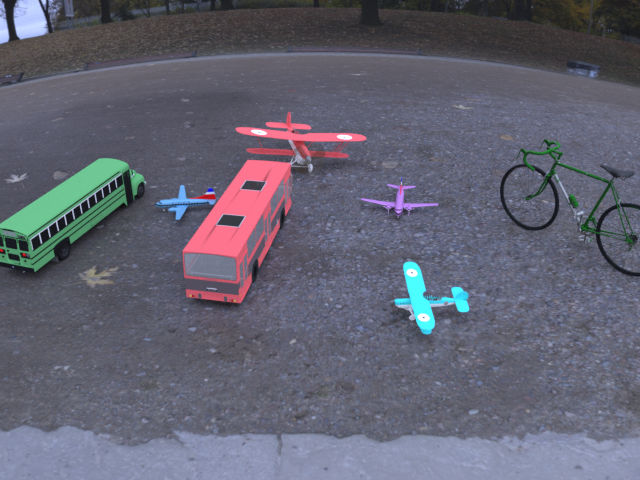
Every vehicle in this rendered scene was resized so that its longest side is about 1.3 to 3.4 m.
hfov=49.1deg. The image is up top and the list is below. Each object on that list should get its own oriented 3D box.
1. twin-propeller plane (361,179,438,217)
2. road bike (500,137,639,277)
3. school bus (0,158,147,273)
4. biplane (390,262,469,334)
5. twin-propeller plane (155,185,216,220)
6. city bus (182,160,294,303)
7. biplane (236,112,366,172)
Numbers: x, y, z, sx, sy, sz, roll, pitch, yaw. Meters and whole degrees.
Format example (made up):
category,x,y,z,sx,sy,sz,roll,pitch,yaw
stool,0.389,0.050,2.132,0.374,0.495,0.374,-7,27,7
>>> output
category,x,y,z,sx,sy,sz,roll,pitch,yaw
twin-propeller plane,1.431,-0.756,12.535,1.370,0.407,1.095,4,30,8
road bike,4.072,-0.568,10.957,0.696,1.656,3.004,-22,37,-33
school bus,-4.043,-0.560,11.756,0.709,0.844,3.322,9,31,16
biplane,1.503,0.857,9.635,1.090,0.504,1.336,-2,30,-4
twin-propeller plane,-2.398,-0.714,12.463,1.095,0.407,1.370,-3,30,-6
city bus,-1.195,-0.208,11.094,0.926,0.894,3.255,6,30,10
biplane,-0.419,-1.984,14.095,2.598,0.981,2.120,-7,31,-12
